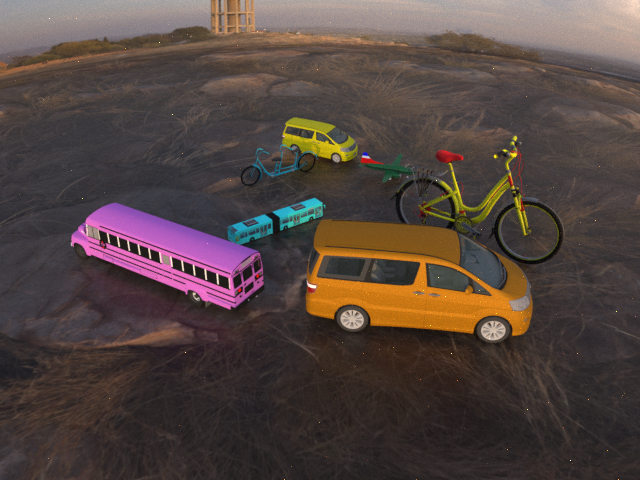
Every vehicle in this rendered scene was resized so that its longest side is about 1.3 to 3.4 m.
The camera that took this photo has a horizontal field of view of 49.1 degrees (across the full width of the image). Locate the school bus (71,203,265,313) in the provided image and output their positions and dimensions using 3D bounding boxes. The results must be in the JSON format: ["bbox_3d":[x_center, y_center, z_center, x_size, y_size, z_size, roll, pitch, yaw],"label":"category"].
[{"bbox_3d":[-2.360,0.170,10.258,3.322,0.844,0.709,18,35,27],"label":"school bus"}]

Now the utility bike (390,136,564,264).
[{"bbox_3d":[2.420,-0.715,10.779,2.791,1.839,1.039,16,34,25],"label":"utility bike"}]

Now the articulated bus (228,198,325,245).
[{"bbox_3d":[-0.707,-0.314,11.624,1.749,0.289,0.311,-20,36,-30],"label":"articulated bus"}]

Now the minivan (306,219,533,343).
[{"bbox_3d":[1.331,0.486,9.378,3.011,1.197,1.324,4,31,6],"label":"minivan"}]

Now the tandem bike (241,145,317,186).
[{"bbox_3d":[-0.757,-1.468,13.189,1.642,0.682,0.283,-17,35,-27],"label":"tandem bike"}]

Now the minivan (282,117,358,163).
[{"bbox_3d":[0.008,-2.040,14.222,1.548,0.616,0.681,15,34,23],"label":"minivan"}]

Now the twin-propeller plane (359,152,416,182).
[{"bbox_3d":[1.300,-1.426,13.388,1.095,0.407,1.370,10,32,17],"label":"twin-propeller plane"}]
